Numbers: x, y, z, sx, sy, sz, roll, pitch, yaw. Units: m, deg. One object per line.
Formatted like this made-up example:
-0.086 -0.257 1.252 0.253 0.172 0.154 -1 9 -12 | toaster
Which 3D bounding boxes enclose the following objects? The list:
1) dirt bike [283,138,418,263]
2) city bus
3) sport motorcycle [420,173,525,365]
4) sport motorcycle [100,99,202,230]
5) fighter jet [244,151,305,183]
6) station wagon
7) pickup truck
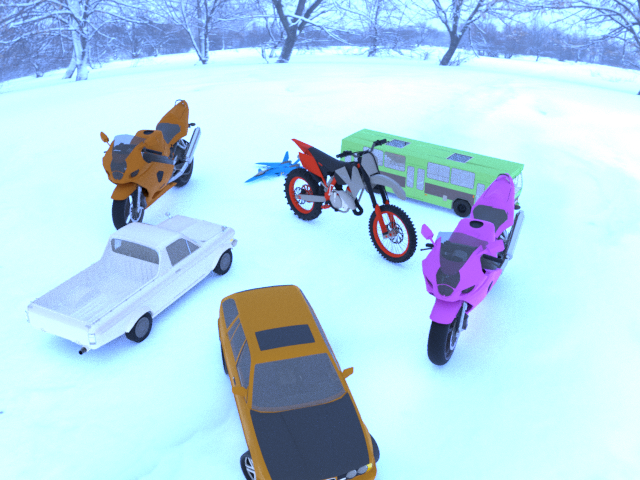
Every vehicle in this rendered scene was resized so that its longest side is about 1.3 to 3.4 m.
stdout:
0.412 -0.761 10.894 1.024 1.666 2.903 -23 35 -37 | dirt bike
1.912 -1.173 12.511 3.255 0.894 0.926 19 33 31 | city bus
1.956 0.298 8.949 0.983 1.596 2.955 13 30 23 | sport motorcycle
-2.848 -1.307 12.012 0.983 1.596 2.955 6 28 11 | sport motorcycle
-0.951 -1.377 13.555 1.147 0.286 1.358 24 36 38 | fighter jet
-0.353 1.444 7.492 1.327 0.920 3.105 -7 28 -13 | station wagon
-2.392 0.393 9.418 1.244 0.993 3.117 13 30 24 | pickup truck
